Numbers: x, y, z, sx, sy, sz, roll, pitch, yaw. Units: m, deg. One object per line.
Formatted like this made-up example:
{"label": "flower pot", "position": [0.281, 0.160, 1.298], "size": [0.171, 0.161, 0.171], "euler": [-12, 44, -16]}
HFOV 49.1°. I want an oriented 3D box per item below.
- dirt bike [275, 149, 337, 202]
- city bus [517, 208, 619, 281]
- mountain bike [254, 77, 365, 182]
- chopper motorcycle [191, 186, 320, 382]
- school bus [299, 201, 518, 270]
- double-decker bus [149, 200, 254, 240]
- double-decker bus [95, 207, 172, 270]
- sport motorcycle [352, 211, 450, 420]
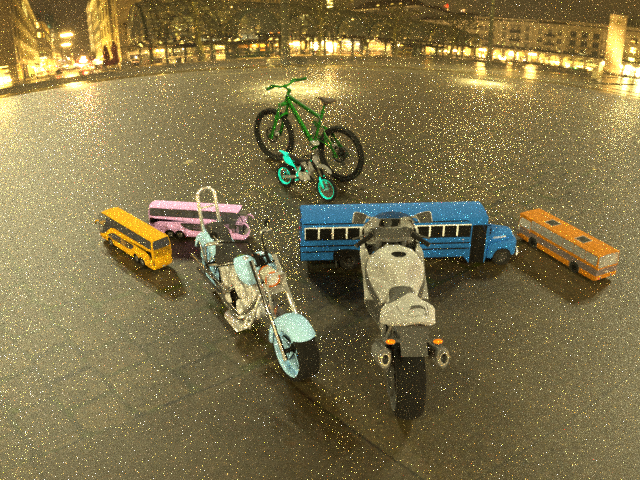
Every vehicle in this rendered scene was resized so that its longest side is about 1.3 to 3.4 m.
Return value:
{"label": "dirt bike", "position": [-0.260, -1.240, 12.811], "size": [1.493, 0.857, 0.527], "euler": [22, 34, 36]}
{"label": "city bus", "position": [3.747, 0.063, 10.706], "size": [0.476, 0.460, 1.674], "euler": [-13, 30, -24]}
{"label": "mountain bike", "position": [-0.271, -2.170, 13.714], "size": [2.857, 1.688, 1.114], "euler": [22, 34, 36]}
{"label": "chopper motorcycle", "position": [-0.879, 0.471, 8.794], "size": [0.906, 1.480, 3.040], "euler": [-15, 31, -27]}
{"label": "school bus", "position": [1.340, -0.102, 10.607], "size": [3.322, 0.844, 0.709], "euler": [-1, 27, -3]}
{"label": "double-decker bus", "position": [-1.929, -0.315, 11.354], "size": [1.672, 0.541, 0.389], "euler": [4, 27, 7]}
{"label": "double-decker bus", "position": [-2.898, -0.053, 10.843], "size": [0.389, 0.541, 1.672], "euler": [-24, 36, -39]}
{"label": "sport motorcycle", "position": [0.899, 0.713, 8.194], "size": [0.983, 1.596, 2.955], "euler": [-1, 27, -1]}
